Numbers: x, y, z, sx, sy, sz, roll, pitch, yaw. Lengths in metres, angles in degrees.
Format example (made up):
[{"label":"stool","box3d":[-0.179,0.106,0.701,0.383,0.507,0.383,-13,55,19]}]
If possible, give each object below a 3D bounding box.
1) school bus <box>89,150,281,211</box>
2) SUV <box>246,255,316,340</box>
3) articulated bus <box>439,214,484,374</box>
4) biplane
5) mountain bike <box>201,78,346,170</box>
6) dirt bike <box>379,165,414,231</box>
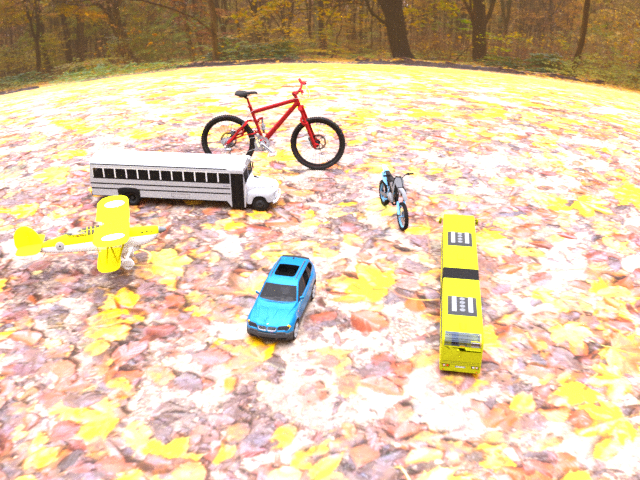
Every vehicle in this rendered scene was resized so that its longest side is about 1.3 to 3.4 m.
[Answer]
[{"label":"school bus","box3d":[-2.369,-1.086,12.438,3.322,0.844,0.709,3,28,6]},{"label":"SUV","box3d":[-0.481,0.724,9.240,0.656,0.580,1.572,6,28,11]},{"label":"articulated bus","box3d":[1.899,0.581,9.537,0.605,0.561,3.401,4,28,8]},{"label":"biplane","box3d":[-3.325,-0.025,10.249,2.120,0.981,2.598,-7,28,-13]},{"label":"mountain bike","box3d":[-0.926,-2.181,13.630,2.857,1.688,1.114,2,28,3]},{"label":"dirt bike","box3d":[1.257,-0.787,11.848,0.527,0.857,1.493,-6,28,-11]}]
